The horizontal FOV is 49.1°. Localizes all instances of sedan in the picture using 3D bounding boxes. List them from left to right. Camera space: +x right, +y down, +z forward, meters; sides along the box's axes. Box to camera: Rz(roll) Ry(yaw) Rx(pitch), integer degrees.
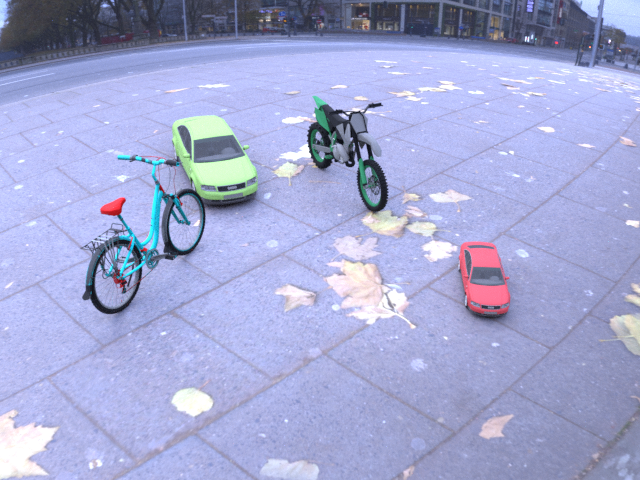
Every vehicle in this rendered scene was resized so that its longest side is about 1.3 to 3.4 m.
[{"bbox_3d":[-2.035,-1.664,13.232,1.235,0.940,3.137,-11,32,-17],"label":"sedan"},{"bbox_3d":[2.355,0.491,10.056,0.635,0.483,1.613,2,31,4],"label":"sedan"}]

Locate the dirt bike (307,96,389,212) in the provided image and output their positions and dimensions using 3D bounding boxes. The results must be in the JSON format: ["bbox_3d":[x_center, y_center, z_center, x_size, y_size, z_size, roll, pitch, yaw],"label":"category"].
[{"bbox_3d":[0.463,-1.704,12.590,1.024,1.666,2.903,-14,34,-23],"label":"dirt bike"}]

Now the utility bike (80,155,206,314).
[{"bbox_3d":[-2.544,-0.229,9.940,1.039,1.839,2.791,13,33,21],"label":"utility bike"}]
